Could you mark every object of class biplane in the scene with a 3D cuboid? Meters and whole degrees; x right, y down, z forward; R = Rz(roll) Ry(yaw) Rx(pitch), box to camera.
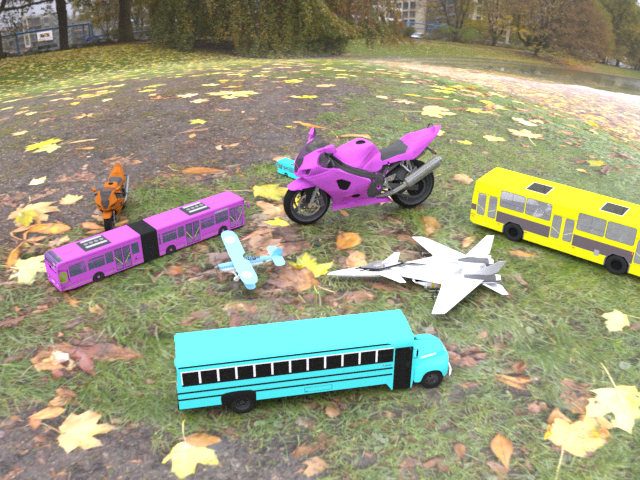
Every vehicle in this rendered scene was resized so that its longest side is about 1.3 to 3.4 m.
[{"bbox_3d":[-1.079,0.343,10.705,1.090,0.504,1.336,-11,31,-19],"label":"biplane"}]

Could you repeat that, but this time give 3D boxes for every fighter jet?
[{"bbox_3d":[1.426,0.366,10.610,2.640,0.557,2.229,0,29,-1],"label":"fighter jet"}]

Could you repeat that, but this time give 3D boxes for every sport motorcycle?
[{"bbox_3d":[0.758,-1.173,12.319,2.955,1.596,0.983,-10,31,-18],"label":"sport motorcycle"},{"bbox_3d":[-3.632,-0.731,12.321,0.506,0.821,1.520,-2,29,-4],"label":"sport motorcycle"}]

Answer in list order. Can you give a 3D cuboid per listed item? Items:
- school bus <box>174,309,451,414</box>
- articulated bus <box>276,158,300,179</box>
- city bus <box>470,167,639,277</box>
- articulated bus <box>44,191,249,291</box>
[{"bbox_3d":[-0.048,1.421,8.405,3.322,0.844,0.709,-5,29,-9],"label":"school bus"},{"bbox_3d":[-0.151,-1.263,13.834,1.749,0.289,0.311,23,36,35],"label":"articulated bus"},{"bbox_3d":[4.115,-0.273,11.418,3.255,0.894,0.926,21,35,33],"label":"city bus"},{"bbox_3d":[-2.695,-0.045,11.349,3.401,0.561,0.605,-23,36,-35],"label":"articulated bus"}]
